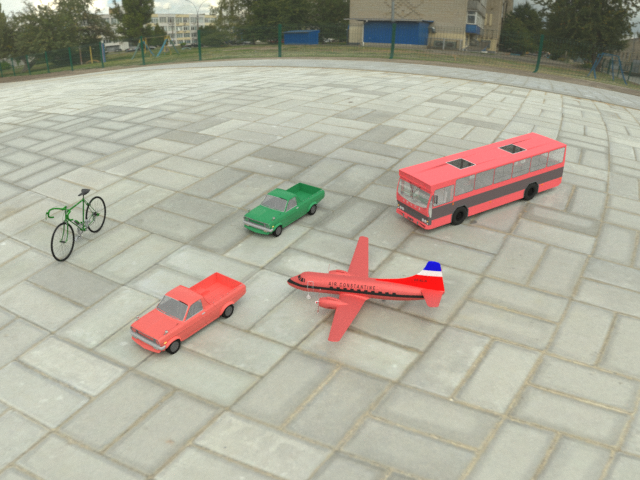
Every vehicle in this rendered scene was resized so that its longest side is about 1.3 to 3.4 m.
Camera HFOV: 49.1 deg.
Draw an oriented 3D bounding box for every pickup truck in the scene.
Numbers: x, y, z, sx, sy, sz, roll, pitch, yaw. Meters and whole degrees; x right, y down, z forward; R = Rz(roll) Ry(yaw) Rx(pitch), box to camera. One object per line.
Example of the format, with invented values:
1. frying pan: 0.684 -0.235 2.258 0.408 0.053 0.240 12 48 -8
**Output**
1. pickup truck: -0.583 -0.582 11.696 0.640 0.511 1.603 18 34 30
2. pickup truck: -1.676 0.869 9.033 0.640 0.511 1.603 20 34 32

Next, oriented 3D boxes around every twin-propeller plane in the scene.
1. twin-propeller plane: 0.592 0.540 9.343 2.129 0.792 2.663 5 29 10

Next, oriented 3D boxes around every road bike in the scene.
1. road bike: -3.732 -0.303 10.828 0.358 0.852 1.545 7 29 13

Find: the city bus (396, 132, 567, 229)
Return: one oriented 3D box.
1. city bus: 2.833 -1.035 12.127 3.255 0.894 0.926 -18 33 -29
